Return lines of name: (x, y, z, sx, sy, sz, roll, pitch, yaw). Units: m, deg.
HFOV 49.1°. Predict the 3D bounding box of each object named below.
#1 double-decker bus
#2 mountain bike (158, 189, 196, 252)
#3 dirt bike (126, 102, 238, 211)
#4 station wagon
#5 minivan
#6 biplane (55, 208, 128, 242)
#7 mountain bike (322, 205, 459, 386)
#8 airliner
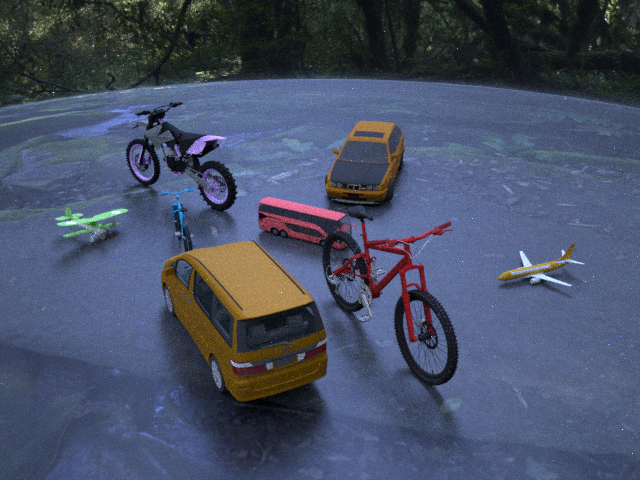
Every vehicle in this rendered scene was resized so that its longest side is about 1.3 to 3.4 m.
double-decker bus: (-0.234, -0.270, 11.291, 1.672, 0.541, 0.389, 14, 29, 27)
mountain bike: (-2.145, -0.257, 10.881, 0.573, 0.868, 1.469, -9, 27, -18)
dirt bike: (-2.615, -1.554, 12.693, 2.903, 1.666, 1.024, 18, 31, 34)
station wagon: (0.935, -1.611, 13.688, 1.327, 0.920, 3.105, 6, 26, 12)
minivan: (-1.041, 0.701, 8.467, 1.324, 1.197, 3.011, -13, 28, -25)
biplane: (-3.753, -0.275, 11.345, 1.090, 0.504, 1.336, 16, 29, 30)
mountain bike: (0.739, 0.479, 8.362, 1.114, 1.688, 2.857, -13, 28, -25)
airliner: (3.141, 0.342, 10.125, 1.307, 0.429, 1.161, -9, 27, -19)
